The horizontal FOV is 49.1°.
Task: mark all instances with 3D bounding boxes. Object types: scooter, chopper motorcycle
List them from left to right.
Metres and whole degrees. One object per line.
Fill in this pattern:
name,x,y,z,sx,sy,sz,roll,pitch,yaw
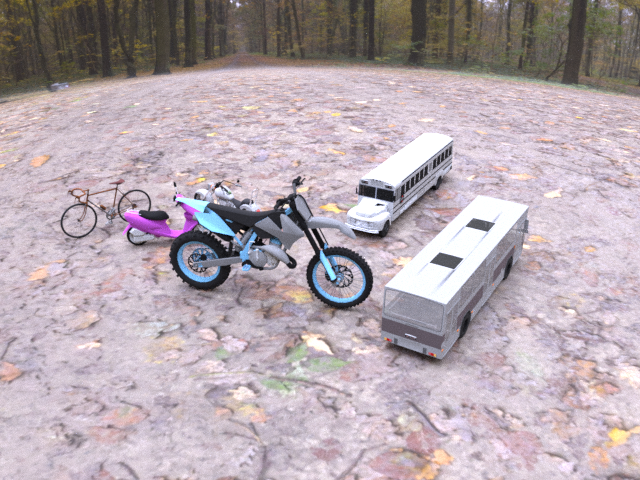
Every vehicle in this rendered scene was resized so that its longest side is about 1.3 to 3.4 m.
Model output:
scooter,-2.417,-0.369,11.028,1.399,0.919,0.662,-5,27,-9
chopper motorcycle,-1.575,-0.680,11.816,1.563,0.761,0.466,21,33,35

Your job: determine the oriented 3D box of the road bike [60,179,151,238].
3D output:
road bike,-3.497,-0.552,11.463,1.545,0.852,0.358,-19,32,-33

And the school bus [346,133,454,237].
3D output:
school bus,1.472,-1.040,12.434,0.709,0.844,3.322,15,30,26

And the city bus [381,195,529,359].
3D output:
city bus,1.926,0.416,9.507,0.926,0.894,3.255,15,31,28

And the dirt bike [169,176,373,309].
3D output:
dirt bike,-0.701,0.057,9.362,2.903,1.666,1.024,7,28,13
